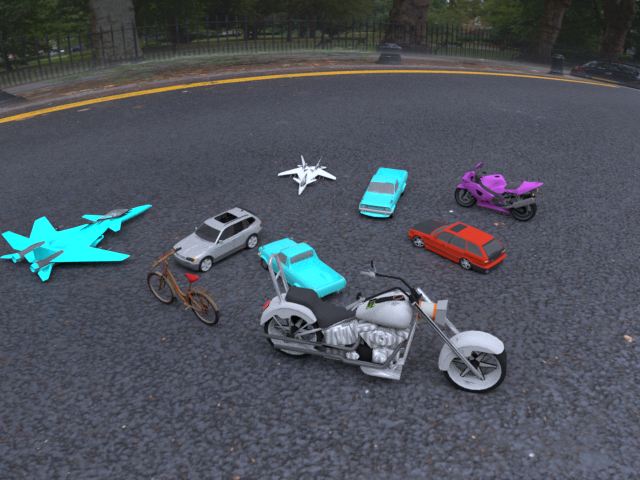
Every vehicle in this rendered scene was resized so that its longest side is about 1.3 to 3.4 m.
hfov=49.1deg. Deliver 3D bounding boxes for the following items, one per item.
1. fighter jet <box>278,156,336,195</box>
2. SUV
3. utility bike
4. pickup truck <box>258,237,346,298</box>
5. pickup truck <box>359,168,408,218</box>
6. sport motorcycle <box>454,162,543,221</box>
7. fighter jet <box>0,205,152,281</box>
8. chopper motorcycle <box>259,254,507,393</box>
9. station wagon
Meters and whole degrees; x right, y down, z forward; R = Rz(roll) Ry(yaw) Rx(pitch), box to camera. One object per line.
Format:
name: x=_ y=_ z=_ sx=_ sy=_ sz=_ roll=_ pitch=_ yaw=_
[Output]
fighter jet: x=-0.274 y=-1.253 z=13.586 sx=1.147 sy=0.286 sz=1.358 roll=5 pitch=30 yaw=8
SUV: x=-1.627 y=-0.048 z=11.178 sx=0.656 sy=0.580 sz=1.572 roll=24 pitch=38 yaw=36
utility bike: x=-1.926 y=0.661 z=9.565 sx=1.435 sy=0.946 sz=0.535 roll=20 pitch=35 yaw=31
pickup truck: x=-0.296 y=0.380 z=10.497 sx=0.640 sy=0.511 sz=1.603 roll=-19 pitch=35 yaw=-30
pickup truck: x=1.179 y=-0.929 z=12.791 sx=0.640 sy=0.511 sz=1.603 roll=9 pitch=31 yaw=15
sport motorcycle: x=3.107 y=-0.831 z=12.307 sx=1.520 sy=0.821 sz=0.506 roll=16 pitch=33 yaw=26
fighter jet: x=-3.799 y=-0.244 z=11.544 sx=2.229 sy=0.557 sz=2.640 roll=20 pitch=35 yaw=31
chopper motorcycle: x=0.736 y=1.004 z=8.426 sx=3.040 sy=1.480 sz=0.906 roll=7 pitch=31 yaw=13
station wagon: x=2.167 y=-0.003 z=11.206 sx=0.682 sy=0.473 sz=1.597 roll=-26 pitch=39 yaw=-37
